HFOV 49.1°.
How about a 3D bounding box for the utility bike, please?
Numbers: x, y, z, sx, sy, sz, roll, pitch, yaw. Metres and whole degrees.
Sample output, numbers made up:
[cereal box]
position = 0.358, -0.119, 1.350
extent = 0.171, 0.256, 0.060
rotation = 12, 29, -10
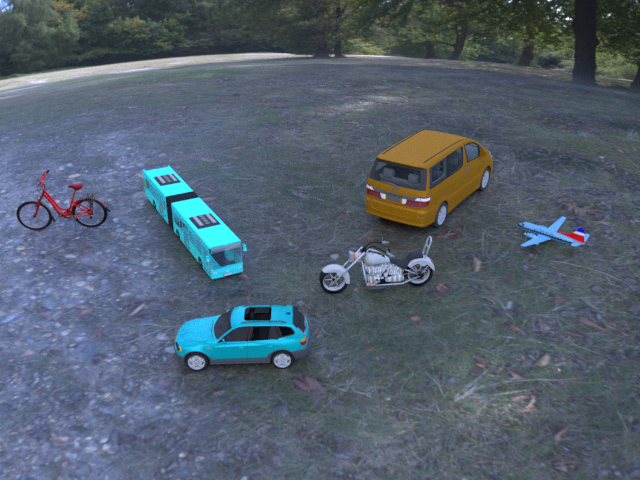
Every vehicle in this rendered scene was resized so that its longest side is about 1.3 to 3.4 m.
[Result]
[utility bike]
position = -4.032, -0.566, 10.913
extent = 1.435, 0.946, 0.535
rotation = -4, 27, -7

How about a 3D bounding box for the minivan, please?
[minivan]
position = 1.951, -1.199, 11.873
extent = 1.324, 1.197, 3.011
rotation = 17, 32, 30

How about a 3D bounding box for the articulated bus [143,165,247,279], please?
[articulated bus]
position = -2.069, -0.373, 10.958
extent = 0.605, 0.561, 3.401
rotation = -14, 30, -25

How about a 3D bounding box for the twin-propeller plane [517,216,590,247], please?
[twin-propeller plane]
position = 3.510, -0.137, 10.666
extent = 1.095, 0.407, 1.370
rotation = 23, 35, 37

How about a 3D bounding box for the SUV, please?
[SUV]
position = -0.891, 1.085, 8.092
extent = 1.572, 0.580, 0.656
rotation = -1, 27, -2

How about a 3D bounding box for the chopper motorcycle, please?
[chopper motorcycle]
position = 0.771, 0.328, 9.372
extent = 1.563, 0.761, 0.466
rotation = -3, 27, -6
